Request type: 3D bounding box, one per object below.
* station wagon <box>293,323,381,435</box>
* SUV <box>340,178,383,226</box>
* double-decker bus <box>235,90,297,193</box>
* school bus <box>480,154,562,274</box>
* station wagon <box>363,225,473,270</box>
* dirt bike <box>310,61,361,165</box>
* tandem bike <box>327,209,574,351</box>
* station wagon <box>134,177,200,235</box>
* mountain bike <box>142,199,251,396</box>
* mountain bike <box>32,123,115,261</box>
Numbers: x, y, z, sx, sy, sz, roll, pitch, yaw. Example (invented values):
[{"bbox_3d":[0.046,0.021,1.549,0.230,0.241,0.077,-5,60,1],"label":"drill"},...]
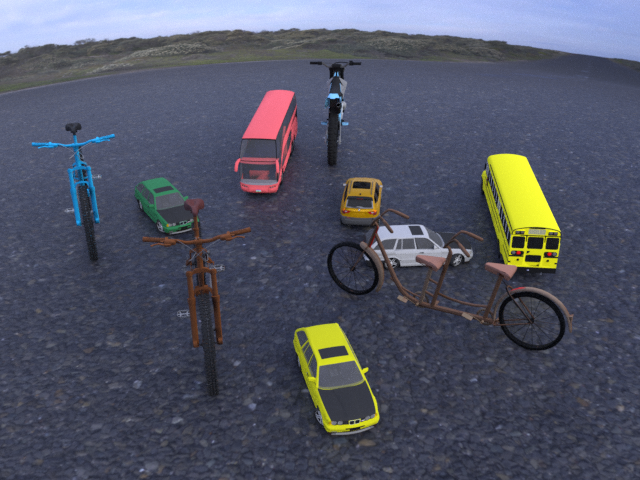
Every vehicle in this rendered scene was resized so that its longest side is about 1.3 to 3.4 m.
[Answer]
[{"bbox_3d":[0.150,1.415,7.537,0.682,0.473,1.597,-7,29,-13],"label":"station wagon"},{"bbox_3d":[0.690,-0.721,11.483,0.656,0.580,1.572,3,28,6],"label":"SUV"},{"bbox_3d":[-0.929,-1.888,13.196,0.756,1.052,3.251,2,28,4],"label":"double-decker bus"},{"bbox_3d":[3.027,-0.550,10.875,0.709,0.844,3.322,2,28,5],"label":"school bus"},{"bbox_3d":[1.406,0.063,10.109,1.597,0.473,0.682,-2,28,-4],"label":"station wagon"},{"bbox_3d":[0.291,-2.678,14.037,1.024,1.666,2.903,2,28,3],"label":"dirt bike"},{"bbox_3d":[1.467,0.429,8.496,3.192,1.326,0.550,15,31,27],"label":"tandem bike"},{"bbox_3d":[-2.506,-0.597,11.364,0.682,0.473,1.597,-16,32,-27],"label":"station wagon"},{"bbox_3d":[-1.374,0.442,8.083,1.114,1.688,2.857,-5,28,-10],"label":"mountain bike"},{"bbox_3d":[-3.617,-0.894,10.624,1.114,1.688,2.857,-9,29,-17],"label":"mountain bike"}]
